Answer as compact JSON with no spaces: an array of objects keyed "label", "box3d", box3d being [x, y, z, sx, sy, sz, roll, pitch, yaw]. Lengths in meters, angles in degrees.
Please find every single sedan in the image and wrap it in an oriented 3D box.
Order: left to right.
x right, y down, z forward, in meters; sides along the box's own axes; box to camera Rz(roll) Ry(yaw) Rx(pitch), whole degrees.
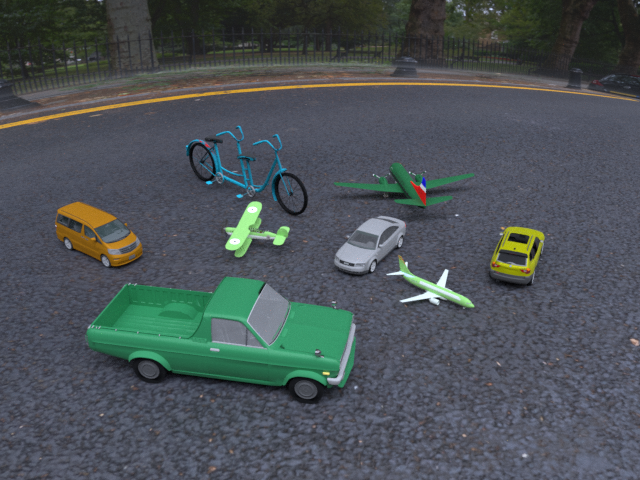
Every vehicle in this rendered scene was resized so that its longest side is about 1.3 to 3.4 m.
[{"label":"sedan","box3d":[0.793,0.018,10.869,0.635,0.483,1.613,16,31,28]}]

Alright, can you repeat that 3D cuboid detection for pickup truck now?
[{"label":"pickup truck","box3d":[-1.136,1.045,8.337,3.117,0.993,1.244,5,28,10]}]

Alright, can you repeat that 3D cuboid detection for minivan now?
[{"label":"minivan","box3d":[-3.468,-0.098,10.951,1.548,0.616,0.681,19,33,32]}]

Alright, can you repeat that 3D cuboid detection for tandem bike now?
[{"label":"tandem bike","box3d":[-1.406,-1.402,12.693,3.192,1.326,0.550,22,35,36]}]

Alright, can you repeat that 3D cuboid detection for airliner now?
[{"label":"airliner","box3d":[1.599,0.600,9.806,1.307,0.429,1.161,22,35,36]}]

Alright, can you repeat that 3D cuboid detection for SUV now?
[{"label":"SUV","box3d":[2.987,0.140,10.530,0.656,0.580,1.572,11,29,21]}]

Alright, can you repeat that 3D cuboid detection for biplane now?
[{"label":"biplane","box3d":[-1.034,-0.093,11.062,1.090,0.504,1.336,6,28,12]}]

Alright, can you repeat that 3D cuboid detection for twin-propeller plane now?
[{"label":"twin-propeller plane","box3d":[1.596,-1.086,12.665,2.663,0.792,2.129,-5,28,-9]}]
